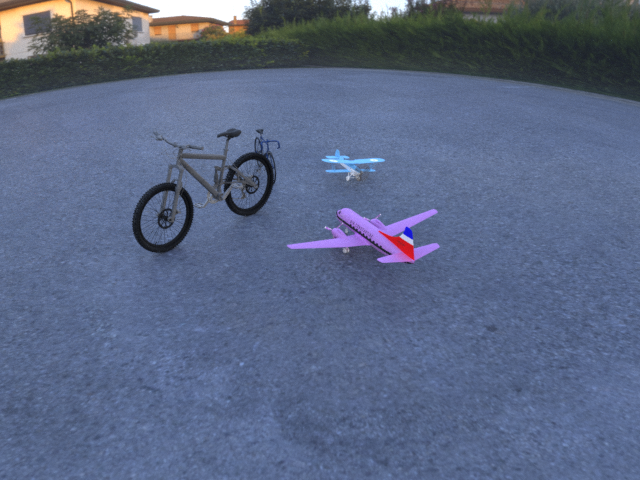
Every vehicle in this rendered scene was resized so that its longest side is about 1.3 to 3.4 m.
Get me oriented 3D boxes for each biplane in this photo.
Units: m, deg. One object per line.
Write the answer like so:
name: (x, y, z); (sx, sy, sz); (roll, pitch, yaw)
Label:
biplane: (0.563, -1.438, 13.357); (1.336, 0.504, 1.090); (-13, 30, -24)

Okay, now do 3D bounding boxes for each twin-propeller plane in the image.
twin-propeller plane: (0.795, -0.164, 10.503); (2.663, 0.792, 2.129); (-14, 30, -26)

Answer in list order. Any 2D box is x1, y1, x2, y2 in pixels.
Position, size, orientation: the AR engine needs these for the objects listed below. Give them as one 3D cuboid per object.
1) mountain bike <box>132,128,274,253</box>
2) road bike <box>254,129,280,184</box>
mountain bike: (-1.764, -0.901, 10.972); (1.114, 1.688, 2.857); (21, 34, 36)
road bike: (-1.061, -1.651, 13.395); (0.358, 0.852, 1.545); (-9, 28, -17)
